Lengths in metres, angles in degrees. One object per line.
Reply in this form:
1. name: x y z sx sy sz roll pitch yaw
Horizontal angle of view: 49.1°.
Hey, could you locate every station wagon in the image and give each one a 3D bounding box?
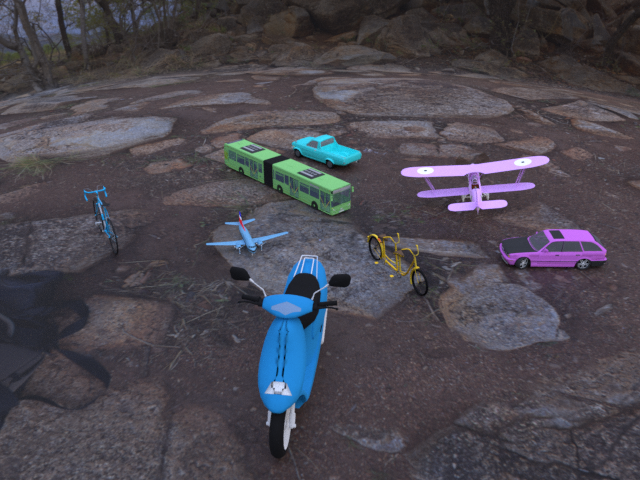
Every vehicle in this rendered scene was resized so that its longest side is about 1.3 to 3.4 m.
1. station wagon: 3.659 0.116 11.039 1.597 0.473 0.682 0 27 1

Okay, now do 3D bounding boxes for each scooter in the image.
1. scooter: -0.277 0.968 7.960 1.288 1.786 2.721 3 28 7

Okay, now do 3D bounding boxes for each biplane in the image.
1. biplane: 2.735 -0.945 12.541 2.598 0.981 2.120 4 28 8

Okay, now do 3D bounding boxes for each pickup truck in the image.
1. pickup truck: 0.120 -1.941 14.981 1.603 0.511 0.640 24 36 38

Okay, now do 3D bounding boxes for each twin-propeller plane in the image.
1. twin-propeller plane: -1.213 -0.098 11.527 1.370 0.407 1.095 -9 29 -16

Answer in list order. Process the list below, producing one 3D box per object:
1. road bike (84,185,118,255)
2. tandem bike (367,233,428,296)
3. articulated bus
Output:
1. road bike: -3.560 -0.355 11.540 0.358 0.852 1.545 -14 31 -26
2. tandem bike: 1.156 0.243 10.566 0.283 0.682 1.642 -14 30 -25
3. articulated bus: -0.709 -1.280 13.646 0.605 0.561 3.401 -22 35 -36
